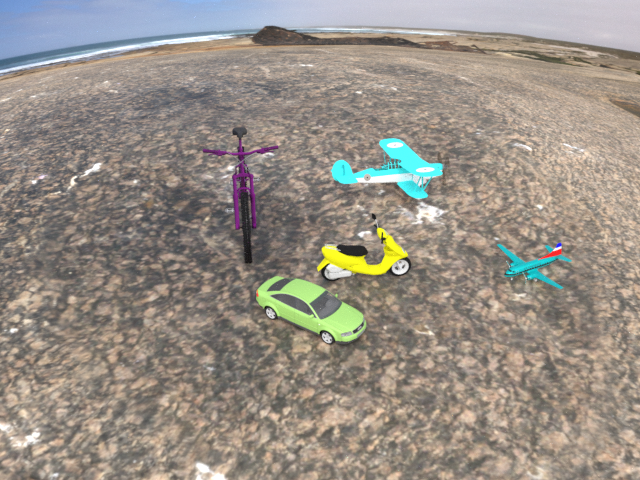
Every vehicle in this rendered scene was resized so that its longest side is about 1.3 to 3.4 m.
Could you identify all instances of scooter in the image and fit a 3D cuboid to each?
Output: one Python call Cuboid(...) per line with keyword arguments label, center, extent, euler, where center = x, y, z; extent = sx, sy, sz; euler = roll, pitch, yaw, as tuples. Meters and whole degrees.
Cuboid(label="scooter", center=(0.656, 0.170, 10.134), extent=(1.399, 0.919, 0.662), euler=(-4, 31, -7))

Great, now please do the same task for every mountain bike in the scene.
Cuboid(label="mountain bike", center=(-1.231, -0.888, 11.178), extent=(1.114, 1.688, 2.857), euler=(-4, 31, -6))

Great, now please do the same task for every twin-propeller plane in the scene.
Cuboid(label="twin-propeller plane", center=(3.170, 0.326, 10.374), extent=(1.095, 0.407, 1.370), euler=(-15, 34, -23))

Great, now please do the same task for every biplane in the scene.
Cuboid(label="biplane", center=(1.245, -1.205, 12.415), extent=(2.120, 0.981, 2.598), euler=(-6, 31, -10))

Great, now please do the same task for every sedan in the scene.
Cuboid(label="sedan", center=(-0.127, 0.880, 9.356), extent=(1.613, 0.483, 0.635), euler=(20, 36, 30))
